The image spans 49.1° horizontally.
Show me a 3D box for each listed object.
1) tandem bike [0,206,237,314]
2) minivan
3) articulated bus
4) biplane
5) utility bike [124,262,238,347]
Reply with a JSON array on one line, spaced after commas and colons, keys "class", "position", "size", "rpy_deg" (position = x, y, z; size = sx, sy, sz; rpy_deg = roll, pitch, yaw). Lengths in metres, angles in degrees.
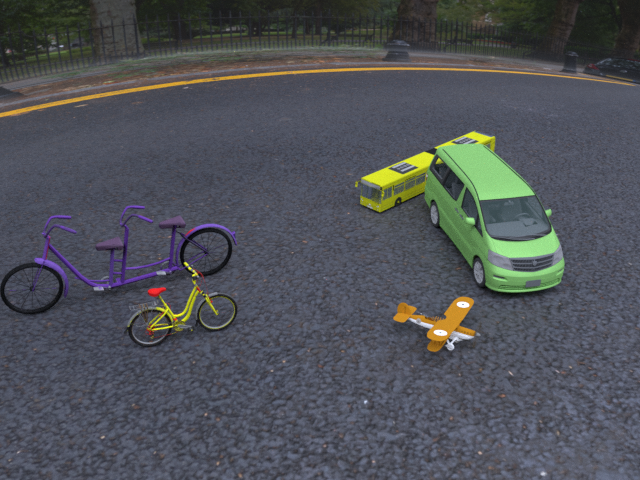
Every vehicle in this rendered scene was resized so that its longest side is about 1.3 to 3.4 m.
[{"class": "tandem bike", "position": [-2.658, 0.164, 9.454], "size": [3.192, 1.326, 0.550], "rpy_deg": [-12, 32, -21]}, {"class": "minivan", "position": [2.577, -0.406, 10.597], "size": [1.324, 1.197, 3.011], "rpy_deg": [-6, 30, -10]}, {"class": "articulated bus", "position": [2.038, -1.311, 12.854], "size": [3.401, 0.561, 0.605], "rpy_deg": [-25, 38, -37]}, {"class": "biplane", "position": [1.475, 1.040, 8.736], "size": [1.090, 0.504, 1.336], "rpy_deg": [15, 33, 24]}, {"class": "utility bike", "position": [-1.747, 0.803, 8.707], "size": [1.435, 0.946, 0.535], "rpy_deg": [-11, 31, -19]}]
